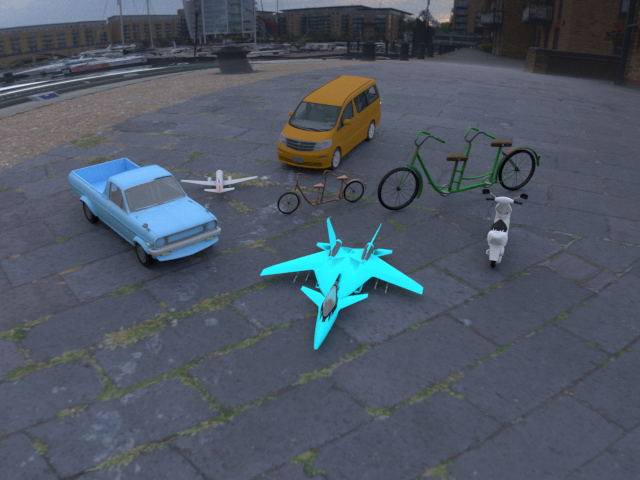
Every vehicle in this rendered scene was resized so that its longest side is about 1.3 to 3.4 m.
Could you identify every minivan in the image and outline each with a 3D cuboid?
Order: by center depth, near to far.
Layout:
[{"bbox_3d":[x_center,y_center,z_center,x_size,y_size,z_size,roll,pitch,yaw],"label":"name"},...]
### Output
[{"bbox_3d":[0.232,-2.414,14.188,1.324,1.197,3.011,13,30,22],"label":"minivan"}]

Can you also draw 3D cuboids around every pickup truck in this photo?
[{"bbox_3d":[-2.844,-0.630,11.027,1.244,0.993,3.117,-21,34,-34],"label":"pickup truck"}]

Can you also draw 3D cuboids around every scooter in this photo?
[{"bbox_3d":[2.669,-0.234,10.355,0.662,0.919,1.399,9,29,16],"label":"scooter"}]

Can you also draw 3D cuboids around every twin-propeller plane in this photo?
[{"bbox_3d":[-1.800,-1.087,12.519,1.370,0.407,1.095,-4,28,-7],"label":"twin-propeller plane"}]

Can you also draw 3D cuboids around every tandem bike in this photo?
[{"bbox_3d":[0.048,-0.849,11.774,1.642,0.682,0.283,-12,30,-21],"label":"tandem bike"},{"bbox_3d":[2.436,-1.289,11.918,3.192,1.326,0.550,-10,30,-19],"label":"tandem bike"}]

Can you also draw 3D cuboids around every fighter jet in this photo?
[{"bbox_3d":[0.234,0.533,9.289,2.229,0.557,2.640,6,28,11],"label":"fighter jet"}]
